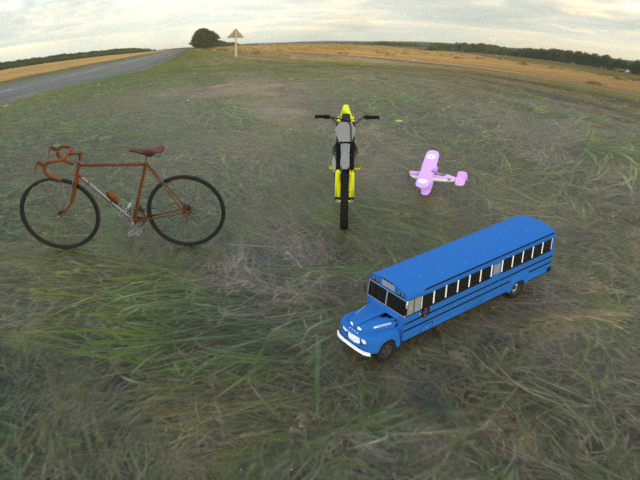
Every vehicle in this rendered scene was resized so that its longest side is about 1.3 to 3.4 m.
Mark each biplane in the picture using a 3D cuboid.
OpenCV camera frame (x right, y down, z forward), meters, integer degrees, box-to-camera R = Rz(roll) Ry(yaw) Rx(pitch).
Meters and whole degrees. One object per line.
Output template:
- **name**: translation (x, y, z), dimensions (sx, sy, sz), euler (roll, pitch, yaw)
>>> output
- **biplane**: translation (2.071, -1.126, 12.484), dimensions (1.090, 0.504, 1.336), euler (8, 28, 15)

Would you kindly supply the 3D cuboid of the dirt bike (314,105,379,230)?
- **dirt bike**: translation (0.437, -1.387, 11.720), dimensions (1.024, 1.666, 2.903), euler (1, 27, 2)

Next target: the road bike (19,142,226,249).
- **road bike**: translation (-2.907, -0.625, 10.247), dimensions (3.004, 1.656, 0.697), euler (-1, 27, -3)

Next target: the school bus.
- **school bus**: translation (1.664, 0.536, 8.873), dimensions (3.322, 0.844, 0.709), euler (-19, 33, -33)
